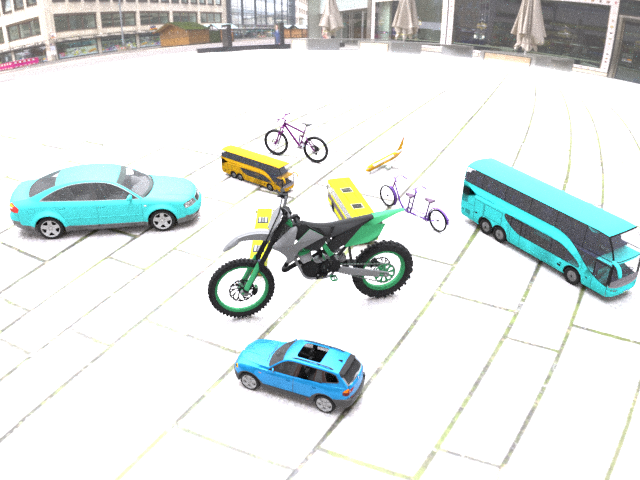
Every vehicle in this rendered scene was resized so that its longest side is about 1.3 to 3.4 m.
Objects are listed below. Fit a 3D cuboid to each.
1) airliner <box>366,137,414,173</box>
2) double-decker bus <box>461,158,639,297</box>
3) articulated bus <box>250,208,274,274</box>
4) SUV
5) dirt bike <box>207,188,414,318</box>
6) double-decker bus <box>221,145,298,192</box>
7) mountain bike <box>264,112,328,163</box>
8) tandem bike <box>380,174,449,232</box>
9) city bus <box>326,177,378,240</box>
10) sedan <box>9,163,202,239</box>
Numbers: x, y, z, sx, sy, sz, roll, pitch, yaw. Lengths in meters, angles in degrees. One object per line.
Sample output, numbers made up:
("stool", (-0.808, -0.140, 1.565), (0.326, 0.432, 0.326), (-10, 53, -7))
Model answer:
("airliner", (1.320, -1.696, 14.030), (1.161, 0.429, 1.307), (23, 37, 35))
("double-decker bus", (3.513, -0.248, 10.850), (0.756, 1.052, 3.251), (-17, 34, -28))
("articulated bus", (-0.933, -0.006, 11.197), (0.311, 0.289, 1.749), (0, 30, 0))
("SUV", (-0.248, 1.496, 8.258), (1.572, 0.580, 0.656), (12, 32, 20))
("dirt bike", (-0.085, 0.213, 9.417), (2.903, 1.666, 1.024), (-7, 30, -13))
("double-decker bus", (-1.181, -1.349, 13.307), (1.672, 0.541, 0.389), (21, 36, 32))
("mountain bike", (-0.496, -2.059, 14.225), (1.469, 0.868, 0.573), (14, 32, 22))
("tandem bike", (1.591, -0.669, 11.967), (0.283, 0.682, 1.642), (-22, 36, -33))
("city bus", (0.538, -0.514, 11.919), (0.476, 0.460, 1.674), (-7, 30, -13))
("sedan", (-3.604, -0.758, 11.862), (3.137, 0.940, 1.235), (-4, 30, -7))
